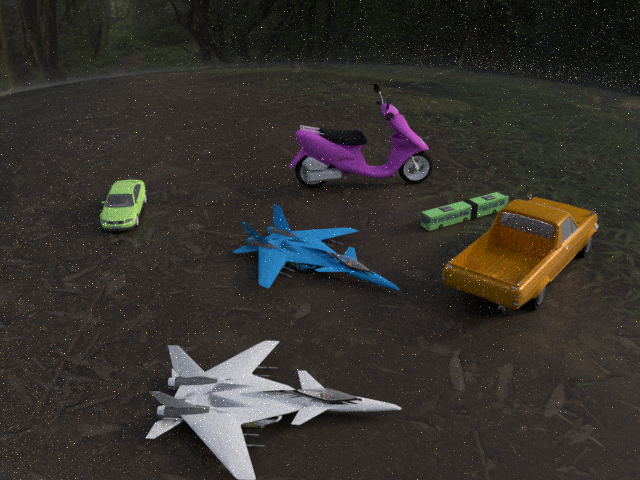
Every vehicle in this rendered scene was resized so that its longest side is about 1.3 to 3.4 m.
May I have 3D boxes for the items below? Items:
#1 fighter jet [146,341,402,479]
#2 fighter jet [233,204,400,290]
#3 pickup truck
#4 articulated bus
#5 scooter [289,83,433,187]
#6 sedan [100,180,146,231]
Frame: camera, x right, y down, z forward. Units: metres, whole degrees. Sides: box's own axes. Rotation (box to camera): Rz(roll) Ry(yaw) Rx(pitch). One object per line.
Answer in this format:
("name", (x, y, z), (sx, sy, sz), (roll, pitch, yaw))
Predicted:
("fighter jet", (-0.438, 1.631, 7.518), (2.640, 0.557, 2.229), (1, 27, 3))
("fighter jet", (0.049, 0.171, 10.337), (2.640, 0.557, 2.229), (19, 33, 32))
("pickup truck", (2.982, 0.048, 10.101), (1.244, 0.993, 3.117), (20, 33, 33))
("articulated bus", (2.469, -0.499, 11.923), (1.749, 0.289, 0.311), (-15, 31, -26))
("scooter", (0.788, -1.832, 12.868), (2.721, 1.786, 1.288), (-3, 27, -5))
("sedan", (-3.376, -0.656, 12.014), (0.635, 0.483, 1.613), (-2, 27, -4))
